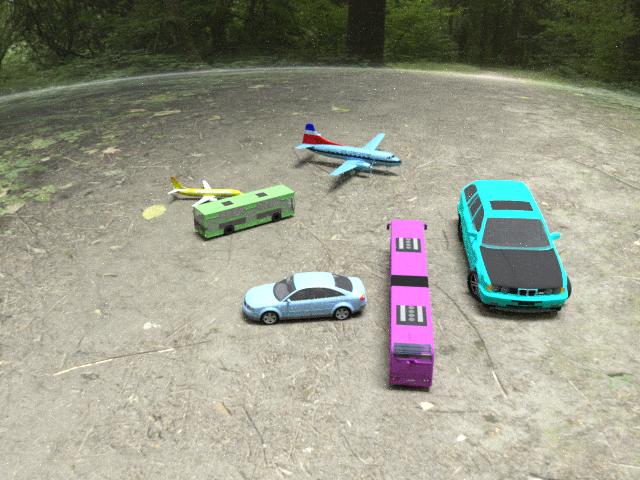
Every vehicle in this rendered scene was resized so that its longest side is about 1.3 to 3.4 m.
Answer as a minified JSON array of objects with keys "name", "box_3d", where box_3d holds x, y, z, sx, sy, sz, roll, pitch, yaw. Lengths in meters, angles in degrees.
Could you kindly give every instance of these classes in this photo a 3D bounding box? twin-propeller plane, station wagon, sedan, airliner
[{"name":"twin-propeller plane","box_3d":[0.607,-1.796,13.755,2.129,0.792,2.663,11,29,22]},{"name":"station wagon","box_3d":[2.722,-0.060,10.133,1.327,0.920,3.105,2,27,4]},{"name":"sedan","box_3d":[-0.200,0.710,9.079,1.613,0.483,0.635,-3,27,-6]},{"name":"airliner","box_3d":[-2.008,-0.922,12.409,1.307,0.429,1.161,0,27,1]}]

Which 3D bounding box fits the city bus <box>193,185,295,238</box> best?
[{"name":"city bus","box_3d":[-1.214,-0.461,11.452,1.674,0.460,0.476,-17,31,-30]}]

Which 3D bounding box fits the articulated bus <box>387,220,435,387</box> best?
[{"name":"articulated bus","box_3d":[1.153,0.658,9.096,0.605,0.561,3.401,2,27,5]}]
